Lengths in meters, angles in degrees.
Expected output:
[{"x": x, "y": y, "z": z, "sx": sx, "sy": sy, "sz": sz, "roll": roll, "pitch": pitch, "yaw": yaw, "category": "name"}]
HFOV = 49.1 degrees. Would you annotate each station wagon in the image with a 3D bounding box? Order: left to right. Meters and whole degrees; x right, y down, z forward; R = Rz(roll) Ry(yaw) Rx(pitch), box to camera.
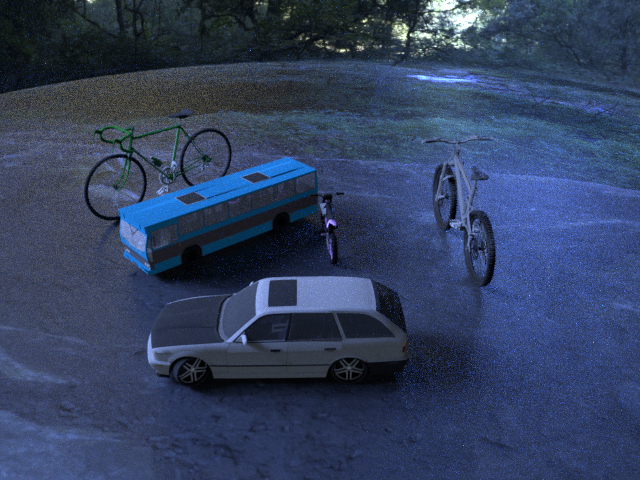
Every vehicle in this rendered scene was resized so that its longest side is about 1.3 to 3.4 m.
[{"x": -0.504, "y": 1.010, "z": 8.405, "sx": 3.105, "sy": 0.920, "sz": 1.327, "roll": -1, "pitch": 28, "yaw": -1, "category": "station wagon"}]

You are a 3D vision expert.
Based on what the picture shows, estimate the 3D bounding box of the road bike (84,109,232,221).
[{"x": -2.744, "y": -1.398, "z": 12.160, "sx": 3.004, "sy": 1.656, "sz": 0.696, "roll": -25, "pitch": 37, "yaw": -38, "category": "road bike"}]

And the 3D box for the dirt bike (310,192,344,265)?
[{"x": 0.133, "y": -0.275, "z": 10.896, "sx": 0.527, "sy": 0.857, "sz": 1.493, "roll": -3, "pitch": 28, "yaw": -6, "category": "dirt bike"}]

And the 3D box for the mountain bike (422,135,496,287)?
[{"x": 2.147, "y": -0.560, "z": 10.546, "sx": 1.114, "sy": 1.688, "sz": 2.857, "roll": -3, "pitch": 28, "yaw": -6, "category": "mountain bike"}]

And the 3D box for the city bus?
[{"x": -1.506, "y": -0.421, "z": 11.131, "sx": 3.255, "sy": 0.894, "sz": 0.926, "roll": -22, "pitch": 35, "yaw": -36, "category": "city bus"}]
